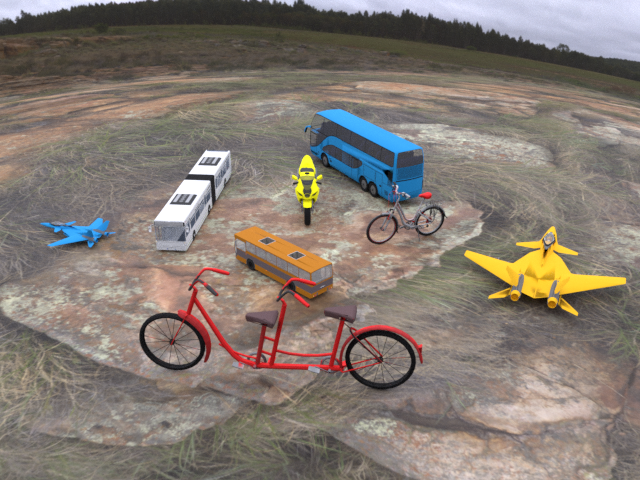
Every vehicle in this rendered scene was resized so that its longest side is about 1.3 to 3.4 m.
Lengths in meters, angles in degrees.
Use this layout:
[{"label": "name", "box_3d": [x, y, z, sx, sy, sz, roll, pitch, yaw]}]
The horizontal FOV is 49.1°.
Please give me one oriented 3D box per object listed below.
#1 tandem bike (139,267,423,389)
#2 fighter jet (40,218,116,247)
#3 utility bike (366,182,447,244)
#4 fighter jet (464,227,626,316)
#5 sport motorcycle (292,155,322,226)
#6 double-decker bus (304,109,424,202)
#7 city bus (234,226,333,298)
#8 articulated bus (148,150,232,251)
[{"label": "tandem bike", "box_3d": [-0.471, 0.988, 7.630, 3.192, 1.326, 0.550, 4, 26, 7]}, {"label": "fighter jet", "box_3d": [-4.017, -0.219, 11.262, 1.358, 0.286, 1.147, 12, 29, 23]}, {"label": "utility bike", "box_3d": [1.401, -0.402, 10.888, 1.435, 0.946, 0.535, -10, 28, -19]}, {"label": "fighter jet", "box_3d": [3.273, 0.172, 10.161, 2.229, 0.557, 2.640, 10, 28, 20]}, {"label": "sport motorcycle", "box_3d": [-0.218, -0.869, 11.978, 0.506, 0.821, 1.520, 0, 26, -1]}, {"label": "double-decker bus", "box_3d": [0.784, -1.690, 13.387, 0.756, 1.052, 3.251, -14, 29, -26]}, {"label": "city bus", "box_3d": [-0.547, 0.315, 9.980, 0.476, 0.460, 1.674, -23, 34, -39]}, {"label": "articulated bus", "box_3d": [-2.120, -0.777, 12.087, 0.605, 0.561, 3.401, 2, 26, 5]}]
